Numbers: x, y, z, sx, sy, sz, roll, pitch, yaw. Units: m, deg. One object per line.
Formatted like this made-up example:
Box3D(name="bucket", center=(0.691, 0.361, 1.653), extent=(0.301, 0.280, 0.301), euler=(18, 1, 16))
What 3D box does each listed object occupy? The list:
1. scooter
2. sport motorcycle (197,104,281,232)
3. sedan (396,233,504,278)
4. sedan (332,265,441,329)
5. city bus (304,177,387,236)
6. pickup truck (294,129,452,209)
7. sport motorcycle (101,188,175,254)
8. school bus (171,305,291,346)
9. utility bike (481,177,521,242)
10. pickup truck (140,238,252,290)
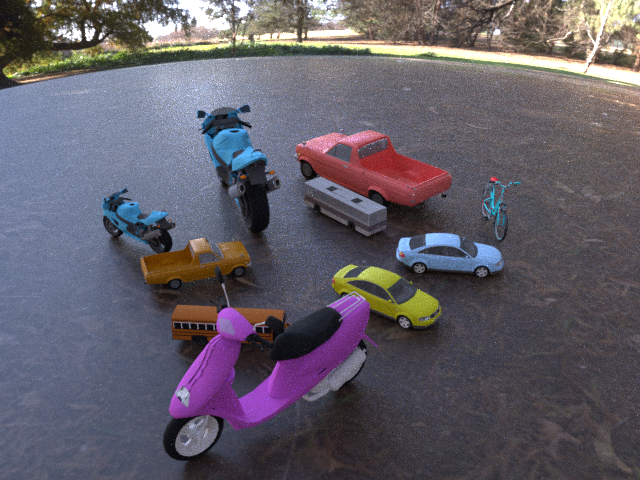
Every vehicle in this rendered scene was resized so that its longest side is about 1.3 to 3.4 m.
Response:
Box3D(name="scooter", center=(-0.472, 1.199, 7.477), extent=(2.721, 1.786, 1.288), euler=(-19, 34, -31))
Box3D(name="sport motorcycle", center=(-1.442, -1.316, 12.199), extent=(0.983, 1.596, 2.955), euler=(-11, 31, -19))
Box3D(name="sedan", center=(1.974, 0.190, 10.635), extent=(1.613, 0.483, 0.635), euler=(4, 29, 6))
Box3D(name="sedan", center=(0.913, 0.725, 9.671), extent=(1.613, 0.483, 0.635), euler=(20, 35, 31))
Box3D(name="city bus", center=(0.406, -0.575, 12.036), extent=(0.476, 0.460, 1.674), euler=(-23, 36, -35))
Box3D(name="pickup truck", center=(0.910, -1.417, 13.003), extent=(1.244, 0.993, 3.117), euler=(-24, 37, -37))
Box3D(name="sport motorcycle", center=(-2.933, -0.284, 11.140), extent=(1.520, 0.821, 0.506), euler=(17, 34, 28))
Box3D(name="school bus", center=(-1.035, 1.119, 9.014), extent=(1.708, 0.434, 0.365), euler=(2, 29, 4))
Box3D(name="utility bike", center=(2.961, -0.633, 11.640), extent=(0.535, 0.946, 1.435), euler=(-2, 29, -3))
Box3D(name="pickup truck", center=(-1.841, 0.302, 10.405), extent=(1.603, 0.511, 0.640), euler=(-10, 31, -18))
